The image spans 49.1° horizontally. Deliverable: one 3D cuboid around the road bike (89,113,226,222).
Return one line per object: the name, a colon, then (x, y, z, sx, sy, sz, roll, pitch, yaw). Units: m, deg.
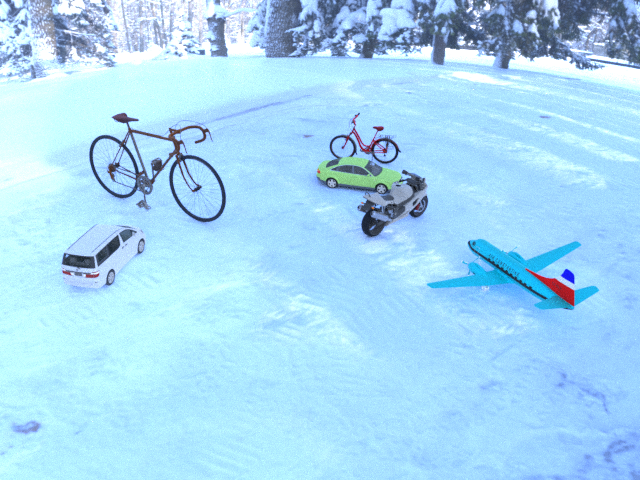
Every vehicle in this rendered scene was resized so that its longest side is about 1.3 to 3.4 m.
road bike: (-2.794, -1.267, 11.665, 3.004, 1.656, 0.696, 16, 32, 27)

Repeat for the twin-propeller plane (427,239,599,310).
twin-propeller plane: (2.700, 0.353, 9.565, 2.663, 0.792, 2.129, -13, 31, -23)

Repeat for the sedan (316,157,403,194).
sedan: (0.732, -1.228, 12.832, 1.613, 0.483, 0.635, 8, 29, 15)

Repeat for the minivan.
minivan: (-3.113, 0.121, 10.182, 0.681, 0.616, 1.548, 7, 29, 12)

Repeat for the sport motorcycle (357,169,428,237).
sport motorcycle: (1.228, -0.590, 11.288, 1.520, 0.821, 0.506, -22, 35, -35)

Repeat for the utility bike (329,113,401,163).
utility bike: (0.877, -1.940, 13.668, 1.435, 0.946, 0.535, 6, 29, 11)
